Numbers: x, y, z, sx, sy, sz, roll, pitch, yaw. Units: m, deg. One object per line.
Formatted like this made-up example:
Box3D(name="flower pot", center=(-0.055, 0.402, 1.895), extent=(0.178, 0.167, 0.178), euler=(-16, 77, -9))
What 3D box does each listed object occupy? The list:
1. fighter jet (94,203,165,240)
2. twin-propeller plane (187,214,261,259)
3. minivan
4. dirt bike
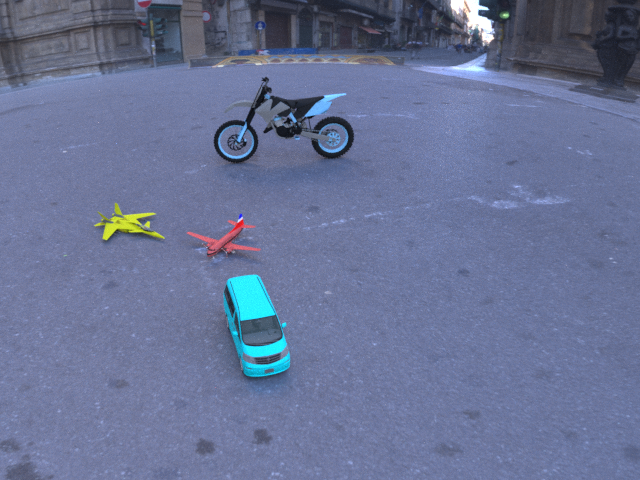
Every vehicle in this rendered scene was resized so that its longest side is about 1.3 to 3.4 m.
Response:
Box3D(name="fighter jet", center=(-3.113, -0.274, 11.740), extent=(1.358, 0.286, 1.147), euler=(17, 32, 28))
Box3D(name="twin-propeller plane", center=(-1.500, -0.051, 11.197), extent=(1.370, 0.407, 1.095), euler=(13, 31, 22))
Box3D(name="minivan", center=(-0.828, 1.064, 8.897), extent=(0.681, 0.616, 1.548), euler=(-8, 29, -15))
Box3D(name="dirt bike", center=(-0.725, -2.390, 14.227), extent=(2.903, 1.666, 1.024), euler=(-4, 28, -7))
